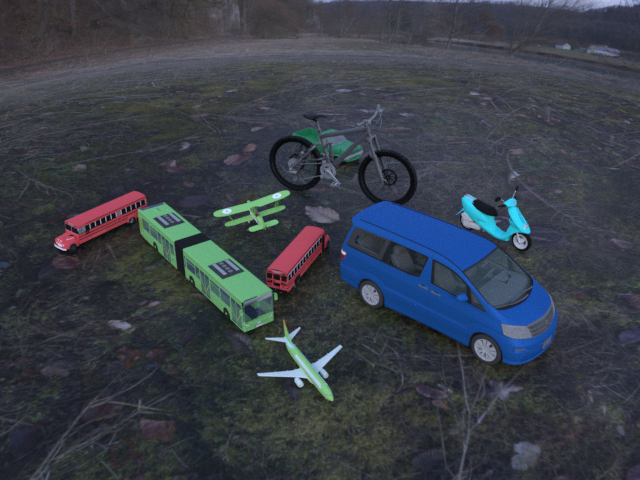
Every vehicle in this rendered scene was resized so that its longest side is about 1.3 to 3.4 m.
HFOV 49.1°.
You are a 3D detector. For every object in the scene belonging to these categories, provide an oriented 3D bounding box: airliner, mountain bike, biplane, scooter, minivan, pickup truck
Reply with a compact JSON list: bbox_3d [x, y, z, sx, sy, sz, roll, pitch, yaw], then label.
[{"bbox_3d":[-0.167,1.459,8.475,1.161,0.429,1.307,-15,32,-25],"label":"airliner"},{"bbox_3d":[0.368,-1.504,12.497,2.857,1.688,1.114,12,31,20],"label":"mountain bike"},{"bbox_3d":[-1.090,-0.418,11.764,1.336,0.504,1.090,-10,31,-18],"label":"biplane"},{"bbox_3d":[2.839,-0.418,11.339,1.399,0.919,0.662,26,38,38],"label":"scooter"},{"bbox_3d":[1.698,0.503,9.402,3.011,1.197,1.324,24,37,36],"label":"minivan"},{"bbox_3d":[0.143,-2.042,14.668,1.603,0.511,0.640,25,38,37],"label":"pickup truck"}]

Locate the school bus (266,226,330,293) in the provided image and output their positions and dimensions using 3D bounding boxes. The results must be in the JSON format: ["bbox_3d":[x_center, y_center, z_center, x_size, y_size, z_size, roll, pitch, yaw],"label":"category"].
[{"bbox_3d":[-0.296,0.234,10.666,0.365,0.434,1.708,11,31,19],"label":"school bus"}]

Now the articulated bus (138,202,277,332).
[{"bbox_3d":[-1.786,0.305,10.409,0.605,0.561,3.401,-20,35,-31],"label":"articulated bus"}]

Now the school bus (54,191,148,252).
[{"bbox_3d":[-3.637,-0.318,11.655,0.365,0.434,1.708,20,35,32],"label":"school bus"}]
